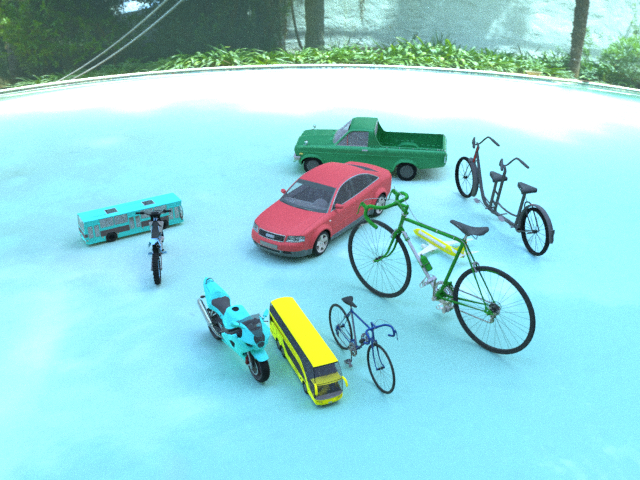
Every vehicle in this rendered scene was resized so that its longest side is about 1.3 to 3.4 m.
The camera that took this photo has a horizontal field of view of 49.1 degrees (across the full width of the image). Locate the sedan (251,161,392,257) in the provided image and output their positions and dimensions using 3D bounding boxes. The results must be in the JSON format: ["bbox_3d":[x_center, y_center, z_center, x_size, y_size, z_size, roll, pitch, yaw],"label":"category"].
[{"bbox_3d":[0.090,-0.673,11.812,1.235,0.940,3.137,17,32,30],"label":"sedan"}]

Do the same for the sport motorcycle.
[{"bbox_3d":[-1.026,1.078,8.499,0.506,0.821,1.520,-17,31,-30],"label":"sport motorcycle"}]

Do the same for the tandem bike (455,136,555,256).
[{"bbox_3d":[3.029,-0.870,11.775,0.550,1.326,3.192,-8,28,-15],"label":"tandem bike"}]

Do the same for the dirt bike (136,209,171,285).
[{"bbox_3d":[-2.469,0.016,10.549,0.527,0.857,1.493,-4,27,-9],"label":"dirt bike"}]

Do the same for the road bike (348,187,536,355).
[{"bbox_3d":[1.460,0.342,9.026,0.697,1.656,3.004,-24,35,-39],"label":"road bike"}]

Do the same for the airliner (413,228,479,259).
[{"bbox_3d":[1.890,-0.023,11.097,1.161,0.429,1.307,-15,31,-27],"label":"airliner"}]

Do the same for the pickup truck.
[{"bbox_3d":[1.030,-1.918,14.204,3.117,0.993,1.244,4,27,8],"label":"pickup truck"}]

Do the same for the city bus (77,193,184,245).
[{"bbox_3d":[-3.144,-0.349,11.705,1.674,0.460,0.476,-16,31,-28],"label":"city bus"}]

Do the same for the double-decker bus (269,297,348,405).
[{"bbox_3d":[-0.187,1.307,8.358,0.389,0.541,1.672,-11,29,-20],"label":"double-decker bus"}]

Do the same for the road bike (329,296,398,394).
[{"bbox_3d":[0.473,1.161,8.301,0.358,0.852,1.545,-13,30,-24],"label":"road bike"}]
